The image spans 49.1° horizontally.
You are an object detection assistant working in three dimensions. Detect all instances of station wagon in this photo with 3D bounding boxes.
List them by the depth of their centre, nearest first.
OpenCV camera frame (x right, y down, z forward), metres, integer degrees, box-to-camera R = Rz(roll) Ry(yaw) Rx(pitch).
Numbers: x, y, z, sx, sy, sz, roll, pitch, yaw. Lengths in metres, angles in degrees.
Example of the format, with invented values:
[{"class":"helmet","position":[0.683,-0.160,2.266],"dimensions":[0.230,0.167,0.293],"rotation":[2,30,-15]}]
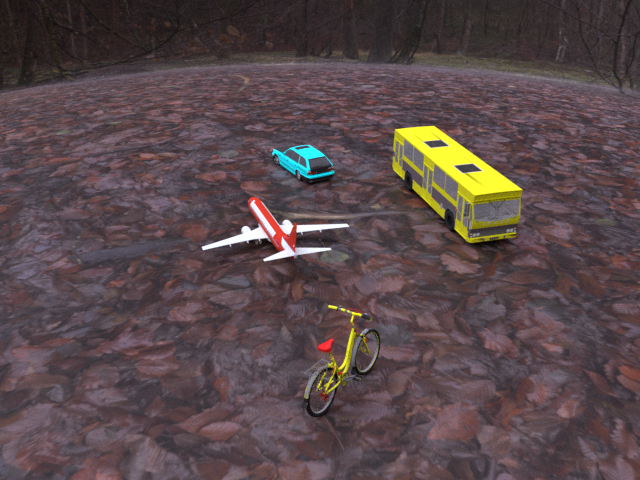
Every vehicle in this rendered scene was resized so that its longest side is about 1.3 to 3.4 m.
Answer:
[{"class":"station wagon","position":[-0.350,-1.554,13.352],"dimensions":[0.682,0.473,1.597],"rotation":[-14,30,-26]}]

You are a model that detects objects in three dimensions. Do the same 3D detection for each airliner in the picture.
[{"class":"airliner","position":[-0.727,-0.339,10.553],"dimensions":[2.257,0.835,2.541],"rotation":[-9,28,-18]}]

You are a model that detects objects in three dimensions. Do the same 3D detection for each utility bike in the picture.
[{"class":"utility bike","position":[0.207,1.209,7.375],"dimensions":[0.535,0.946,1.435],"rotation":[18,32,32]}]

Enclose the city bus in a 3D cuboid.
[{"class":"city bus","position":[2.178,-0.995,11.782],"dimensions":[0.926,0.894,3.255],"rotation":[-7,28,-14]}]
